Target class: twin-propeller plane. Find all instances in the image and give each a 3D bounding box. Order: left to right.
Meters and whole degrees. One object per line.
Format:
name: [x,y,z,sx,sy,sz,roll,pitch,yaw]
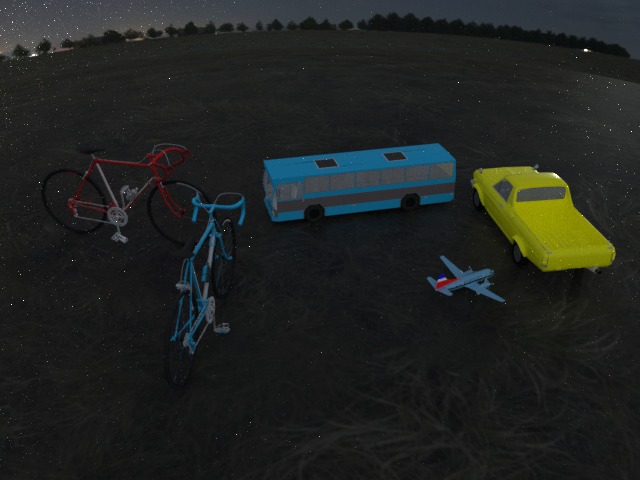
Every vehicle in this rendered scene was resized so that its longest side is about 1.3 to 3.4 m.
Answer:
twin-propeller plane: [2.086,0.539,10.005,1.095,0.407,1.370,-16,34,-25]

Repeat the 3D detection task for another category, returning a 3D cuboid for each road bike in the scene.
road bike: [-3.052,-0.730,10.958,3.004,1.656,0.697,7,31,11]
road bike: [-1.470,0.489,8.841,0.697,1.656,3.004,4,30,7]

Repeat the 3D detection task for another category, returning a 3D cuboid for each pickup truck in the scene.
pickup truck: [3.448,-0.478,11.186,1.244,0.993,3.117,-4,30,-7]

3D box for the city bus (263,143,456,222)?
city bus: [0.682,-0.981,12.157,3.255,0.894,0.926,-7,31,-12]
